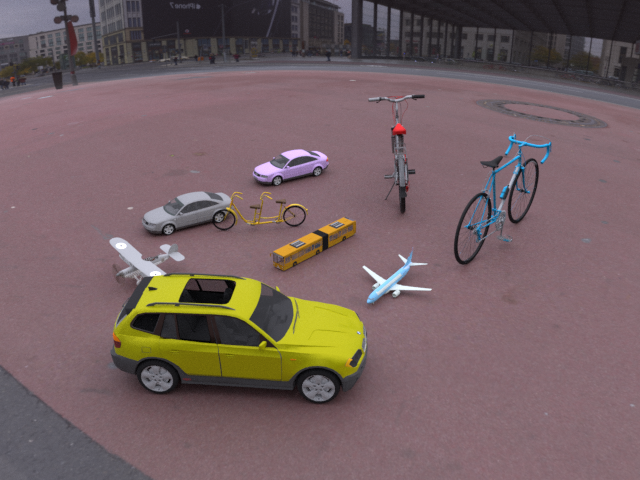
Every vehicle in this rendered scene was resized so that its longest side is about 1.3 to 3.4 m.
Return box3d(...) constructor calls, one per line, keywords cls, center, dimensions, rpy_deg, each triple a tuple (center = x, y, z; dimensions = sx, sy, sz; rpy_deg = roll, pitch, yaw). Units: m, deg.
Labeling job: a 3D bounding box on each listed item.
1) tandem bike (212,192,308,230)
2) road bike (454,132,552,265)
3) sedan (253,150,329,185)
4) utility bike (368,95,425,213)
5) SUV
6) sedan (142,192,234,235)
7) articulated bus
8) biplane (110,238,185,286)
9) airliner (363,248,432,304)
box3d(cls="tandem bike", center=(-1.020, -0.502, 11.934), dimensions=(1.642, 0.682, 0.283), rpy_deg=(-3, 28, -7))
box3d(cls="road bike", center=(2.937, -0.726, 11.311), dimensions=(0.696, 1.656, 3.004), rpy_deg=(20, 34, 33))
box3d(cls="sedan", center=(-0.587, -1.508, 14.072), dimensions=(1.613, 0.483, 0.635), rpy_deg=(-16, 32, -28))
box3d(cls="utility bike", center=(1.392, -1.712, 12.999), dimensions=(1.039, 1.839, 2.791), rpy_deg=(1, 28, 3))
box3d(cls="SUV", center=(-0.952, 1.085, 8.416), dimensions=(3.058, 1.128, 1.276), rpy_deg=(2, 28, 5))
box3d(cls="sedan", center=(-2.298, -0.523, 12.187), dimensions=(1.613, 0.483, 0.635), rpy_deg=(-16, 31, -27))
box3d(cls="articulated bus", center=(-0.069, 0.040, 11.320), dimensions=(0.311, 0.289, 1.749), rpy_deg=(23, 35, 37))
box3d(cls="biplane", center=(-2.561, 0.357, 10.481), dimensions=(1.336, 0.504, 1.090), rpy_deg=(24, 36, 38))
box3d(cls="airliner", center=(1.046, 0.531, 10.230), dimensions=(1.161, 0.429, 1.307), rpy_deg=(18, 33, 31))
